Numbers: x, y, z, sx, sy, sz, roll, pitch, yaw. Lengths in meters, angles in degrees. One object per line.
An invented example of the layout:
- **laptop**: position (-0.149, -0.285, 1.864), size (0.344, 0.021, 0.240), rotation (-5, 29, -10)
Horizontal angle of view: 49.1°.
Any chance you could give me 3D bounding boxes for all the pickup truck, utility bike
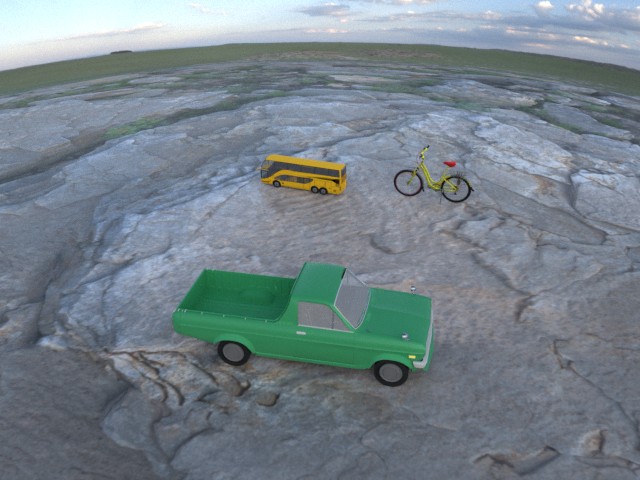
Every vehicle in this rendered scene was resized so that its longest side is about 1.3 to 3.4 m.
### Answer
- **pickup truck**: position (-0.171, 0.869, 8.464), size (3.117, 0.993, 1.244), rotation (6, 28, 11)
- **utility bike**: position (1.988, -1.107, 12.240), size (1.435, 0.946, 0.535), rotation (9, 29, 16)

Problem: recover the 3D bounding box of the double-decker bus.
- **double-decker bus**: position (-0.337, -1.210, 12.866), size (1.672, 0.541, 0.389), rotation (10, 30, 18)
